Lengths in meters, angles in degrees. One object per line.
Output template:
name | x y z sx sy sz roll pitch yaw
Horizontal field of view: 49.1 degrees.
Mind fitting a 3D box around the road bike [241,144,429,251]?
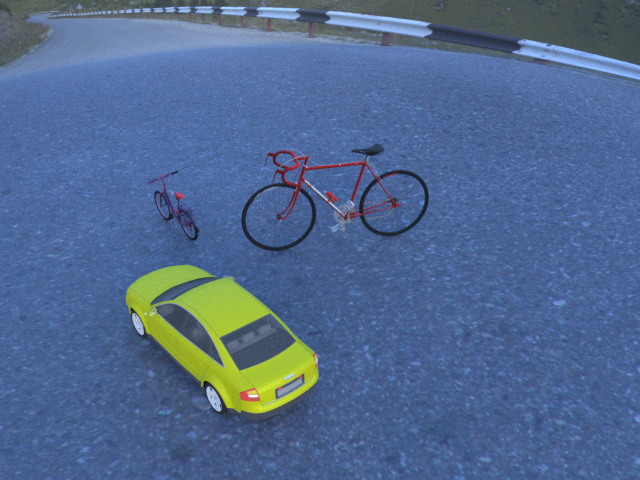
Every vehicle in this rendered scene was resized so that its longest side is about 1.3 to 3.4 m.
road bike | 0.276 -0.669 10.703 3.004 1.656 0.696 -7 31 -12

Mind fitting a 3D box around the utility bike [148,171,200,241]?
utility bike | -2.375 -0.555 11.212 0.535 0.946 1.435 -22 37 -33

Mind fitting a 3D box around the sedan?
sedan | -1.308 1.010 8.538 1.235 0.940 3.137 -23 38 -34
